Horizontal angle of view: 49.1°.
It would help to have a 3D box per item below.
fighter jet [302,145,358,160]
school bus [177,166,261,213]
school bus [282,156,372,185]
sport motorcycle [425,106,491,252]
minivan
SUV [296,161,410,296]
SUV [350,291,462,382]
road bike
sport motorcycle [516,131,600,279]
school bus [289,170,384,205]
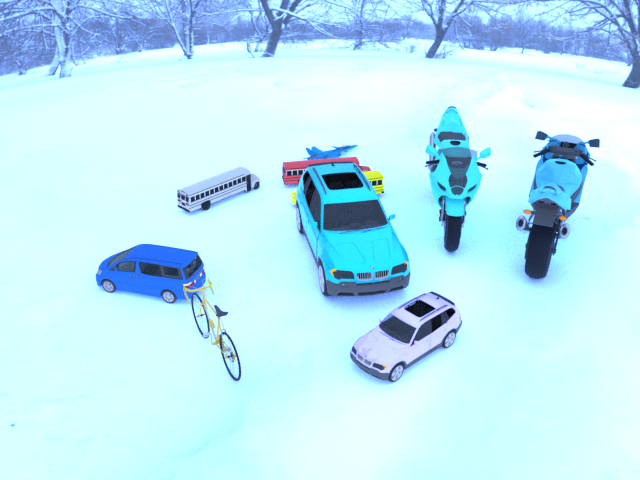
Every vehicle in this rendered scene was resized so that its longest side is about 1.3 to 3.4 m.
[{"bbox_3d":[0.320,-1.857,14.352,1.358,0.286,1.147,-25,37,-37],"label":"fighter jet"},{"bbox_3d":[-1.764,-0.933,12.506,0.365,0.434,1.708,24,37,37],"label":"school bus"},{"bbox_3d":[0.149,-1.294,13.166,1.708,0.434,0.365,-5,29,-10],"label":"school bus"},{"bbox_3d":[2.172,-1.069,11.542,0.983,1.596,2.955,3,29,6],"label":"sport motorcycle"},{"bbox_3d":[-2.409,0.416,9.846,1.548,0.616,0.681,8,30,15],"label":"minivan"},{"bbox_3d":[0.409,-0.260,10.548,1.276,1.128,3.058,-6,29,-10],"label":"SUV"},{"bbox_3d":[1.075,1.134,8.568,1.572,0.580,0.656,-23,36,-36],"label":"SUV"},{"bbox_3d":[-1.281,1.045,8.447,0.358,0.852,1.545,-15,32,-26],"label":"road bike"},{"bbox_3d":[3.574,-0.613,10.706,0.983,1.596,2.955,12,31,21],"label":"sport motorcycle"},{"bbox_3d":[0.290,-0.915,12.472,1.708,0.434,0.365,-8,30,-15],"label":"school bus"}]
